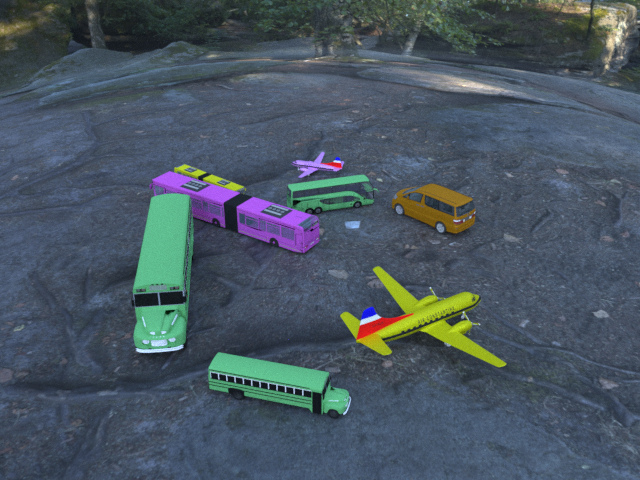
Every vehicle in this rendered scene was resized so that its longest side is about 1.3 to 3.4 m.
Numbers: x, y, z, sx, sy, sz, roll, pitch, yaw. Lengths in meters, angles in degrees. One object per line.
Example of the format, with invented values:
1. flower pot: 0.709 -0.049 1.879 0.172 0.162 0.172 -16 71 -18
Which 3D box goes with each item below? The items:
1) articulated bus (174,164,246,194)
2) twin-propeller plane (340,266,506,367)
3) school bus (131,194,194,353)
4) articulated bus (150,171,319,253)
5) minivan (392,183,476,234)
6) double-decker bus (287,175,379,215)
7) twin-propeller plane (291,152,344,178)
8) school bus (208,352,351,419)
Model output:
1. articulated bus: -2.138 -1.098 13.487 1.749 0.289 0.311 22 36 34
2. twin-propeller plane: 1.364 0.964 9.336 2.129 0.792 2.663 -17 34 -27
3. school bus: -2.258 0.397 10.284 0.709 0.844 3.322 -3 30 -6
4. articulated bus: -1.548 -0.525 12.199 3.401 0.561 0.605 18 34 29
5. minivan: 1.975 -0.631 12.332 0.681 0.616 1.548 -25 38 -36
6. double-decker bus: 0.224 -0.827 12.753 1.672 0.541 0.389 -9 31 -16
7. twin-propeller plane: -0.073 -1.545 14.156 1.095 0.407 1.370 10 31 17
8. school bus: -0.481 1.724 8.356 1.708 0.434 0.365 8 30 13
